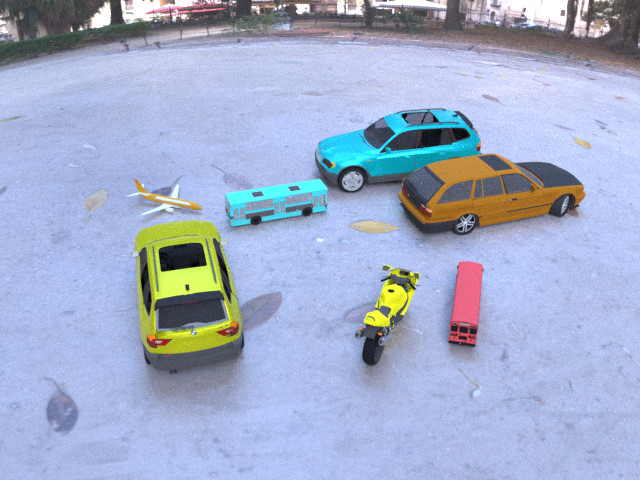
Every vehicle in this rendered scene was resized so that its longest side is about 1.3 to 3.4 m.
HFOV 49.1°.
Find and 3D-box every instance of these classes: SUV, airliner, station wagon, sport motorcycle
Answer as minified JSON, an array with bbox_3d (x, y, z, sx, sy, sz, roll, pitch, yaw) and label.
[{"bbox_3d":[1.437,-1.706,12.804,3.058,1.128,1.276,-6,32,-9],"label":"SUV"},{"bbox_3d":[-1.785,0.477,9.192,1.276,1.128,3.058,-8,32,-12],"label":"SUV"},{"bbox_3d":[-2.594,-0.754,11.903,1.307,0.429,1.161,11,33,17],"label":"airliner"},{"bbox_3d":[2.914,-0.893,11.659,3.105,0.920,1.327,-10,33,-16],"label":"station wagon"},{"bbox_3d":[0.866,0.904,8.783,0.506,0.821,1.520,14,34,21],"label":"sport motorcycle"}]

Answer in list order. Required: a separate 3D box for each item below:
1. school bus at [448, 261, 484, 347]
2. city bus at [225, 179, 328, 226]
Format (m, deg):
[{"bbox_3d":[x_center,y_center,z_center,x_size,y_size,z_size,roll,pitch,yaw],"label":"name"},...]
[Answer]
[{"bbox_3d":[1.970,0.770,9.377,0.365,0.434,1.708,7,32,12],"label":"school bus"},{"bbox_3d":[-0.714,-0.606,11.630,1.674,0.460,0.476,-10,33,-17],"label":"city bus"}]
